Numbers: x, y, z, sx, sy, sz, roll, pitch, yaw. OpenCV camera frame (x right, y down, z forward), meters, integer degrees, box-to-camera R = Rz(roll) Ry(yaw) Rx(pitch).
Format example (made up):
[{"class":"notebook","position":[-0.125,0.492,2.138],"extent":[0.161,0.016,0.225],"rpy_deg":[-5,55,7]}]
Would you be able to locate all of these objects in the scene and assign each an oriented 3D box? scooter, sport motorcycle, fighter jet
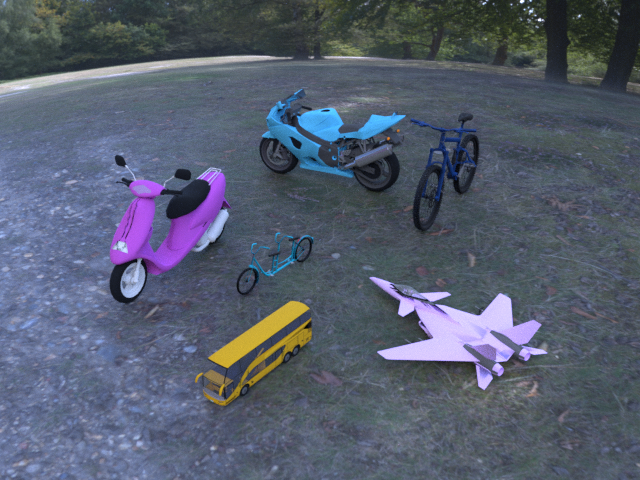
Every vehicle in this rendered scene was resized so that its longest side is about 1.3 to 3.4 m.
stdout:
[{"class":"scooter","position":[-2.134,-0.385,10.078],"extent":[1.288,1.786,2.721],"rpy_deg":[13,30,24]},{"class":"sport motorcycle","position":[0.155,-1.834,13.079],"extent":[2.955,1.596,0.983],"rpy_deg":[12,30,22]},{"class":"fighter jet","position":[1.505,0.871,8.992],"extent":[2.229,0.557,2.640],"rpy_deg":[-19,33,-32]}]

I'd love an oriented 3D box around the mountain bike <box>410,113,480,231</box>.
[{"class":"mountain bike","position":[2.219,-1.307,11.963],"extent":[1.114,1.688,2.857],"rpy_deg":[15,31,27]}]

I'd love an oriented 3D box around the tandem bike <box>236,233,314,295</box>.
[{"class":"tandem bike","position":[-0.620,0.231,10.091],"extent":[0.283,0.682,1.642],"rpy_deg":[21,34,34]}]

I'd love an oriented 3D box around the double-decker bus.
[{"class":"double-decker bus","position":[-0.717,1.307,8.167],"extent":[0.389,0.541,1.672],"rpy_deg":[19,33,32]}]
